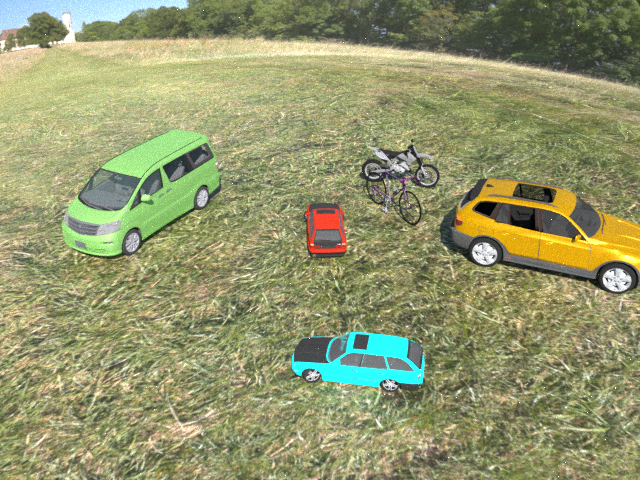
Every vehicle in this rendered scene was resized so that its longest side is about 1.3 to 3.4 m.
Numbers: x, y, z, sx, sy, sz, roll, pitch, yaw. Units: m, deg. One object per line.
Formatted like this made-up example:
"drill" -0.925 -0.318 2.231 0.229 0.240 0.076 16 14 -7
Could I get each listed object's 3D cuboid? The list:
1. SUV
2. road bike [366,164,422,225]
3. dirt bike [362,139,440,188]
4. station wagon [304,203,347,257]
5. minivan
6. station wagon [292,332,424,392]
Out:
"SUV" 3.540 -0.168 10.599 3.058 1.128 1.276 12 31 20
"road bike" 1.264 -0.847 12.115 0.358 0.852 1.545 -17 33 -28
"dirt bike" 1.521 -1.437 13.176 1.493 0.857 0.527 8 30 14
"station wagon" 0.092 -0.273 11.466 0.682 0.473 1.597 -1 29 -2
"minivan" -2.965 -0.844 11.752 1.324 1.197 3.011 15 32 24
"station wagon" 0.454 1.405 8.431 1.597 0.473 0.682 5 29 9
